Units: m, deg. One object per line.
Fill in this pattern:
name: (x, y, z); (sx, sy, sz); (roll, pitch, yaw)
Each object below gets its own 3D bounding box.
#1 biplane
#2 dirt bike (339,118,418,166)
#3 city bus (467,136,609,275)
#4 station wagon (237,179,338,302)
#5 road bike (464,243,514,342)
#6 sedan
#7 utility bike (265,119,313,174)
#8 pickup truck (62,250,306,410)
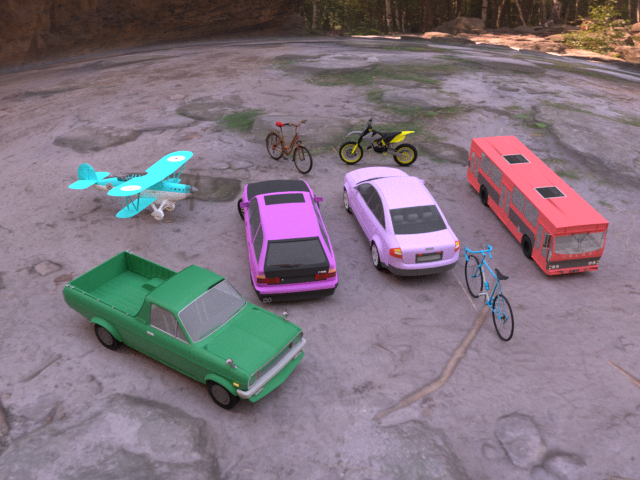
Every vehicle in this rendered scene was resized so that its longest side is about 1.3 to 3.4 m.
biplane: (-2.999, -0.903, 11.561); (2.120, 0.981, 2.598); (6, 31, 10)
dirt bike: (1.103, -1.797, 13.182); (1.493, 0.857, 0.527); (2, 31, 3)
city bus: (3.325, -0.630, 11.186); (0.926, 0.894, 3.255); (-5, 31, -9)
station wagon: (-0.530, -0.252, 10.526); (1.327, 0.920, 3.105); (-5, 31, -8)
road bike: (2.198, 0.628, 9.115); (0.358, 0.852, 1.545); (-6, 31, -10)
sedan: (1.182, -0.508, 10.938); (1.235, 0.940, 3.137); (-6, 31, -11)
utility bike: (-0.568, -1.855, 13.194); (0.535, 0.946, 1.435); (-24, 38, -34)
pickup truck: (-1.706, 0.896, 8.528); (3.117, 0.993, 1.244); (19, 36, 29)
